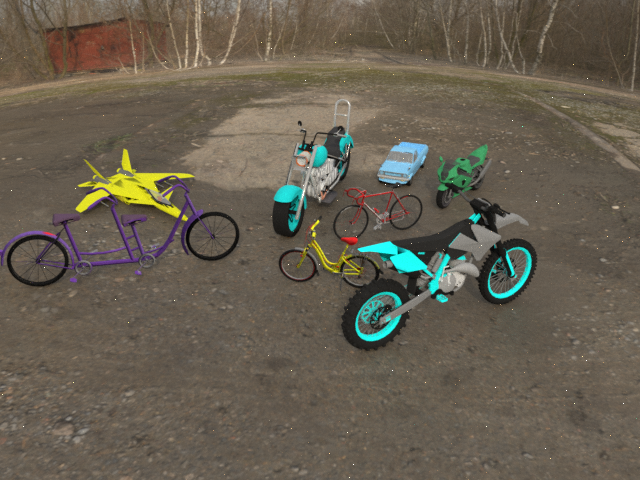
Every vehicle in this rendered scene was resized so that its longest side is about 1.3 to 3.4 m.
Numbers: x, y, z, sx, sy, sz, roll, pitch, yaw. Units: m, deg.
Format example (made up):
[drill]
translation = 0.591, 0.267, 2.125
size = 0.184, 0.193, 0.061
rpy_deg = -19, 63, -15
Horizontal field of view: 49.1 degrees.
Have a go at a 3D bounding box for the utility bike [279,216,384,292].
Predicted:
[utility bike]
translation = 0.130, 0.229, 9.263
size = 1.435, 0.946, 0.535
rpy_deg = 5, 28, 10

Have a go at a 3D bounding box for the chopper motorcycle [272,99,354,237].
[chopper motorcycle]
translation = -0.074, -1.253, 11.569
size = 0.906, 1.480, 3.040
rpy_deg = 10, 29, 18

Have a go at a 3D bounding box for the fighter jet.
[fighter jet]
translation = -2.987, -0.880, 11.853
size = 2.229, 0.557, 2.640
rpy_deg = -24, 35, -38

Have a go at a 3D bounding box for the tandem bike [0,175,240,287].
[tandem bike]
translation = -2.681, -0.123, 9.533
size = 3.192, 1.326, 0.550
rpy_deg = -8, 28, -16

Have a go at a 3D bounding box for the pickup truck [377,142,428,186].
[pickup truck]
translation = 1.575, -1.501, 13.116
size = 0.640, 0.511, 1.603
rpy_deg = 10, 29, 19

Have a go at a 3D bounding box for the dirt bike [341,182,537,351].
[dirt bike]
translation = 1.521, 0.297, 8.340
size = 2.903, 1.666, 1.024
rpy_deg = -14, 30, -26

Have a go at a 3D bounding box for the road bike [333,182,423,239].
[road bike]
translation = 0.907, -0.459, 10.708
size = 1.545, 0.852, 0.358
rpy_deg = -11, 29, -21

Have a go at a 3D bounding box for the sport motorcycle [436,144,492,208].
[sport motorcycle]
translation = 2.437, -1.100, 11.993
size = 0.506, 0.821, 1.520
rpy_deg = 21, 34, 35
